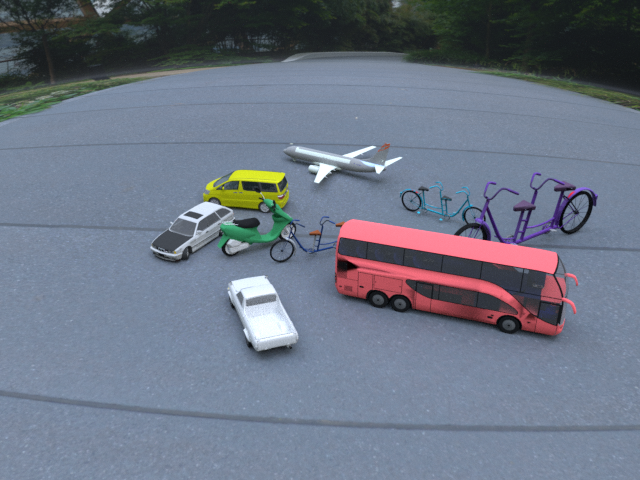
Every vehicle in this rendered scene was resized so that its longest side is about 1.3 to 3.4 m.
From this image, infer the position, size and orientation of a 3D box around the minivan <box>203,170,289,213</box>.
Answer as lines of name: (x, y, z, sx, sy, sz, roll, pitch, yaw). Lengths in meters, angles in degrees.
minivan: (-1.354, -0.923, 12.680, 1.548, 0.616, 0.681, 5, 29, 10)

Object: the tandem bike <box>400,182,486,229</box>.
tandem bike: (2.115, -0.667, 12.135, 1.642, 0.682, 0.283, 18, 33, 30)

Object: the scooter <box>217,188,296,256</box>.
scooter: (-0.994, -0.276, 11.159, 1.399, 0.919, 0.662, -16, 32, -28)

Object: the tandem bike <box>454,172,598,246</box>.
tandem bike: (3.277, -0.427, 11.011, 3.192, 1.326, 0.550, -15, 32, -26)

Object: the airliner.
airliner: (0.297, -1.762, 14.008, 2.541, 0.835, 2.257, 17, 33, 28)

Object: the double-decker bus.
double-decker bus: (1.808, 0.503, 9.574, 3.251, 1.052, 0.756, 10, 30, 17)

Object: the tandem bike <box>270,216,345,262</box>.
tandem bike: (-0.005, -0.052, 10.994, 1.642, 0.682, 0.283, -10, 30, -18)

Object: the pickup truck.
pickup truck: (-0.792, 0.922, 9.365, 0.640, 0.511, 1.603, -9, 30, -17)

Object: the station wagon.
station wagon: (-2.078, -0.188, 11.467, 0.682, 0.473, 1.597, 15, 32, 26)
